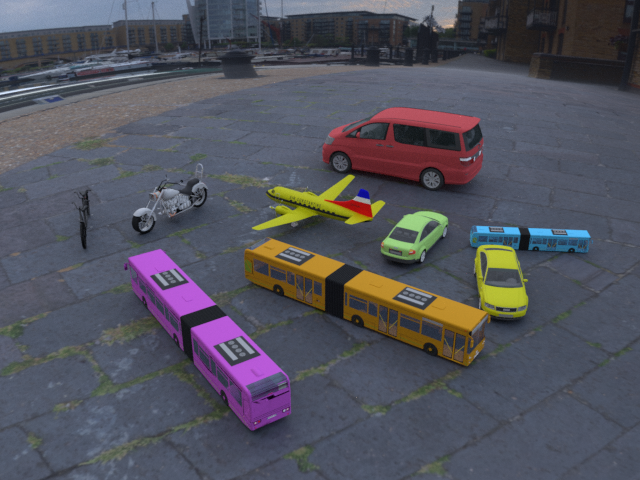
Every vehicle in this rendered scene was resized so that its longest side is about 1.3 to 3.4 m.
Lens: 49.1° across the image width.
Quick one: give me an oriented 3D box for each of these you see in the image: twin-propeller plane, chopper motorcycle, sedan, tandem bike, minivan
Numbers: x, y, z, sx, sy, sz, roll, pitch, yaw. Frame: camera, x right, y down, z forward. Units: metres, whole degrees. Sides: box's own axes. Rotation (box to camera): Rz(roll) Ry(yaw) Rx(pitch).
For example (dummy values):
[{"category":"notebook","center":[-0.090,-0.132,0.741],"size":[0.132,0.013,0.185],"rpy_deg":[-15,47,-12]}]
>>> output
[{"category":"twin-propeller plane","center":[-0.052,-0.650,11.270],"size":[2.129,0.792,2.663],"rpy_deg":[18,32,31]},{"category":"chopper motorcycle","center":[-2.423,-0.680,11.363],"size":[0.466,0.761,1.563],"rpy_deg":[19,32,32]},{"category":"sedan","center":[2.413,0.496,9.361],"size":[0.635,0.483,1.613],"rpy_deg":[3,27,7]},{"category":"sedan","center":[1.461,-0.128,10.585],"size":[0.635,0.483,1.613],"rpy_deg":[14,30,26]},{"category":"tandem bike","center":[-3.712,-0.456,11.009],"size":[0.283,0.682,1.642],"rpy_deg":[-7,28,-13]},{"category":"minivan","center":[1.506,-1.822,13.125],"size":[3.011,1.197,1.324],"rpy_deg":[13,30,24]}]

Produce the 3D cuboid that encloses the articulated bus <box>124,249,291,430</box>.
[{"category":"articulated bus","center":[-1.426,1.019,8.248],"size":[0.605,0.561,3.401],"rpy_deg":[-17,31,-30]}]

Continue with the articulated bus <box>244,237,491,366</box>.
[{"category":"articulated bus","center":[0.470,0.705,8.864],"size":[3.401,0.561,0.605],"rpy_deg":[18,32,31]}]

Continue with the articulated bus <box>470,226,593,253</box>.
[{"category":"articulated bus","center":[3.169,-0.012,10.573],"size":[1.749,0.289,0.311],"rpy_deg":[3,27,5]}]
